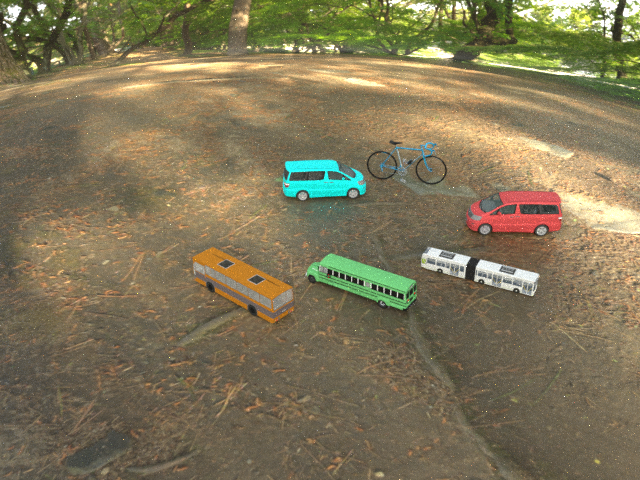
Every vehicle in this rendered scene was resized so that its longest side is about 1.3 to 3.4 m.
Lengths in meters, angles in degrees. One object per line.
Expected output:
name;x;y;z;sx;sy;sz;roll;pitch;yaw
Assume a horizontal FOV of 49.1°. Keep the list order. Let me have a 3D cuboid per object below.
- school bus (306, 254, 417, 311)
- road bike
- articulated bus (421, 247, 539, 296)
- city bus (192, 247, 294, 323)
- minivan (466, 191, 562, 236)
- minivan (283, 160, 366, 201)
school bus;0.563;0.581;10.162;1.708;0.434;0.365;18;34;28
road bike;1.660;-1.500;13.396;1.545;0.852;0.358;7;30;12
articulated bus;2.389;0.464;10.515;1.749;0.289;0.311;14;33;24
city bus;-1.121;0.644;10.025;1.674;0.460;0.476;24;37;35
minivan;3.274;-0.477;11.837;1.548;0.616;0.681;1;30;2
minivan;0.084;-1.141;13.004;1.548;0.616;0.681;-3;30;-5
